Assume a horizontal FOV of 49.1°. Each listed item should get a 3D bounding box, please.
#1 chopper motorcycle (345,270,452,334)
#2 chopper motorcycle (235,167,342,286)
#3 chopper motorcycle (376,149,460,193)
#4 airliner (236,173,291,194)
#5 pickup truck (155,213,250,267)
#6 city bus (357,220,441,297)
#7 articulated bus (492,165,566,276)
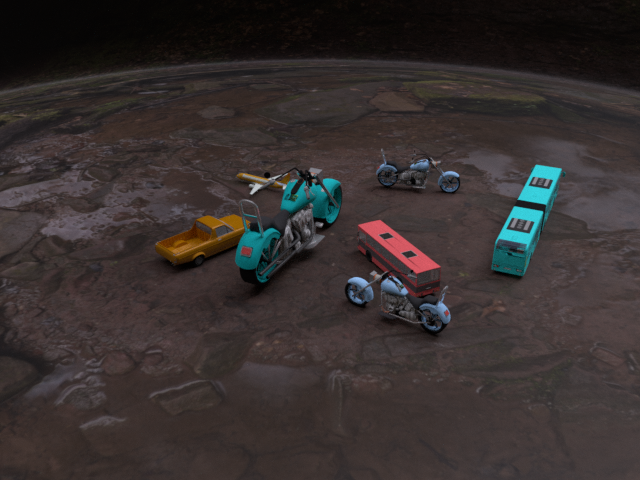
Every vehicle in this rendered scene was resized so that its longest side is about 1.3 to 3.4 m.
[{"bbox_3d":[1.006,0.719,9.240,1.563,0.761,0.466,19,33,32],"label":"chopper motorcycle"},{"bbox_3d":[-0.371,-0.453,10.674,0.906,1.480,3.040,13,31,22],"label":"chopper motorcycle"},{"bbox_3d":[1.829,-1.283,12.997,1.563,0.761,0.466,5,28,10],"label":"chopper motorcycle"},{"bbox_3d":[-1.065,-1.183,13.162,1.307,0.429,1.161,17,32,29],"label":"airliner"},{"bbox_3d":[-1.766,-0.052,10.952,1.603,0.511,0.640,-25,37,-38],"label":"pickup truck"},{"bbox_3d":[1.136,0.271,10.399,0.476,0.460,1.674,-13,31,-23],"label":"city bus"},{"bbox_3d":[3.482,-0.417,11.584,0.605,0.561,3.401,12,30,22],"label":"articulated bus"}]
